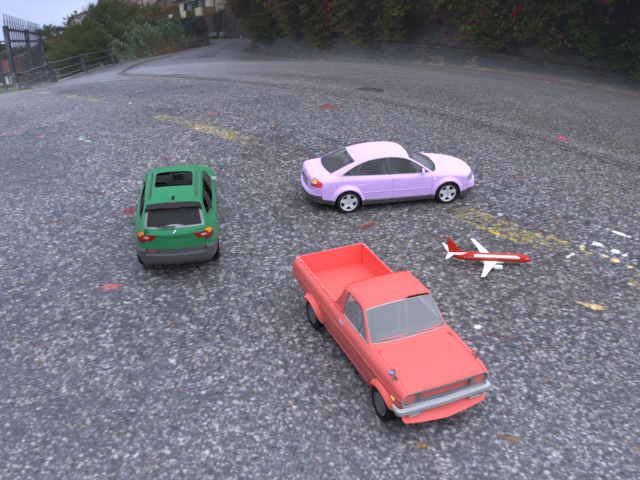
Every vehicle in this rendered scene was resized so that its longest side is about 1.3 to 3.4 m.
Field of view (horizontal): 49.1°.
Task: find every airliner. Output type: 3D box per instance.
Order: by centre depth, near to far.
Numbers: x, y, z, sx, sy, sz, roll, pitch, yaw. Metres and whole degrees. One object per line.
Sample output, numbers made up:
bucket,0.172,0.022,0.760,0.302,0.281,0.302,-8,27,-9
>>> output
airliner,2.491,0.171,10.375,1.307,0.429,1.161,2,28,3

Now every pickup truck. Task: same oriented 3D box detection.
pickup truck,0.720,0.895,8.407,1.244,0.993,3.117,-11,30,-20

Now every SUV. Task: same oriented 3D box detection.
SUV,-2.254,-0.619,11.120,1.276,1.128,3.058,-4,28,-8

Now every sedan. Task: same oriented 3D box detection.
sedan,1.224,-1.221,12.457,3.137,0.940,1.235,-6,28,-11
